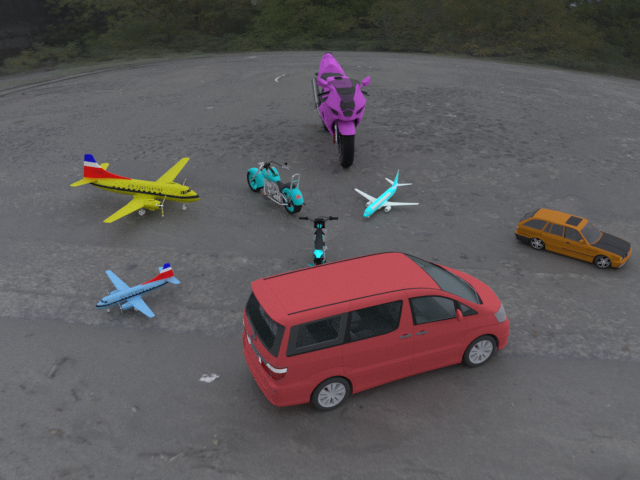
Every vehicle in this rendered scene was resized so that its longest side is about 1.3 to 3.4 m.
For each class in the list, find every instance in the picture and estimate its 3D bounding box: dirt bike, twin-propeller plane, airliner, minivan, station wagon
[{"bbox_3d":[-0.020,0.147,9.373,0.527,0.857,1.493,0,29,1],"label":"dirt bike"},{"bbox_3d":[-2.945,-0.941,11.443,2.129,0.792,2.663,8,30,15],"label":"twin-propeller plane"},{"bbox_3d":[1.024,-0.749,11.468,1.161,0.429,1.307,15,32,26],"label":"airliner"},{"bbox_3d":[-2.365,0.617,8.980,1.095,0.407,1.370,-20,35,-33],"label":"twin-propeller plane"},{"bbox_3d":[0.679,0.846,7.732,3.011,1.197,1.324,-12,31,-20],"label":"minivan"},{"bbox_3d":[3.683,-0.060,10.155,1.597,0.473,0.682,19,34,31],"label":"station wagon"}]

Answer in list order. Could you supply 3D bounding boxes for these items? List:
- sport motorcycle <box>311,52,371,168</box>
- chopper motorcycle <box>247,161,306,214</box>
[{"bbox_3d":[0.339,-2.581,13.616,0.983,1.596,2.955,-3,29,-6],"label":"sport motorcycle"},{"bbox_3d":[-0.767,-0.963,11.516,0.466,0.761,1.563,-19,34,-31],"label":"chopper motorcycle"}]
